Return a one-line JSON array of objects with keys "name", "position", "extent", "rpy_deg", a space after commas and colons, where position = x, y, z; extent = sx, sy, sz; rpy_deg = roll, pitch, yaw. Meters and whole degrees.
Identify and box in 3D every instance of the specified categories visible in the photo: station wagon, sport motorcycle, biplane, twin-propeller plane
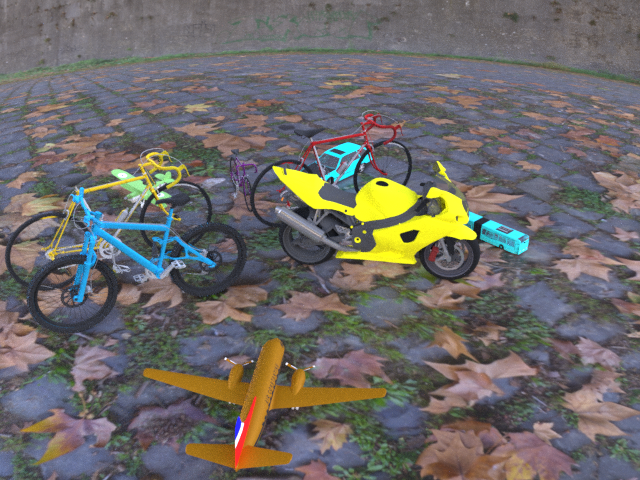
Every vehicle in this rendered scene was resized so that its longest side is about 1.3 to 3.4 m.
[{"name": "station wagon", "position": [0.299, -1.428, 13.095], "extent": [0.682, 0.473, 1.597], "rpy_deg": [23, 36, 35]}, {"name": "sport motorcycle", "position": [0.784, -0.257, 9.827], "extent": [2.955, 1.596, 0.983], "rpy_deg": [6, 30, 11]}, {"name": "biplane", "position": [-2.945, -0.879, 12.074], "extent": [1.336, 0.504, 1.090], "rpy_deg": [19, 34, 30]}, {"name": "twin-propeller plane", "position": [-0.643, 1.571, 7.362], "extent": [2.663, 0.792, 2.129], "rpy_deg": [4, 29, 6]}]

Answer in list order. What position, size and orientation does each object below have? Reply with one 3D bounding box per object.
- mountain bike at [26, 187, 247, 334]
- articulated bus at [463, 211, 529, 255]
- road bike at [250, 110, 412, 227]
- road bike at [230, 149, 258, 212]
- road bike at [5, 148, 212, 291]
[{"name": "mountain bike", "position": [-2.277, 0.205, 8.900], "extent": [2.857, 1.688, 1.114], "rpy_deg": [-15, 32, -25]}, {"name": "articulated bus", "position": [2.485, -0.223, 11.113], "extent": [0.311, 0.289, 1.749], "rpy_deg": [-24, 37, -36]}, {"name": "road bike", "position": [0.250, -1.154, 11.383], "extent": [3.004, 1.656, 0.697], "rpy_deg": [-14, 32, -23]}, {"name": "road bike", "position": [-1.371, -1.090, 12.096], "extent": [0.358, 0.852, 1.545], "rpy_deg": [-10, 31, -18]}, {"name": "road bike", "position": [-2.896, -0.299, 9.842], "extent": [3.004, 1.656, 0.697], "rpy_deg": [-18, 34, -29]}]
